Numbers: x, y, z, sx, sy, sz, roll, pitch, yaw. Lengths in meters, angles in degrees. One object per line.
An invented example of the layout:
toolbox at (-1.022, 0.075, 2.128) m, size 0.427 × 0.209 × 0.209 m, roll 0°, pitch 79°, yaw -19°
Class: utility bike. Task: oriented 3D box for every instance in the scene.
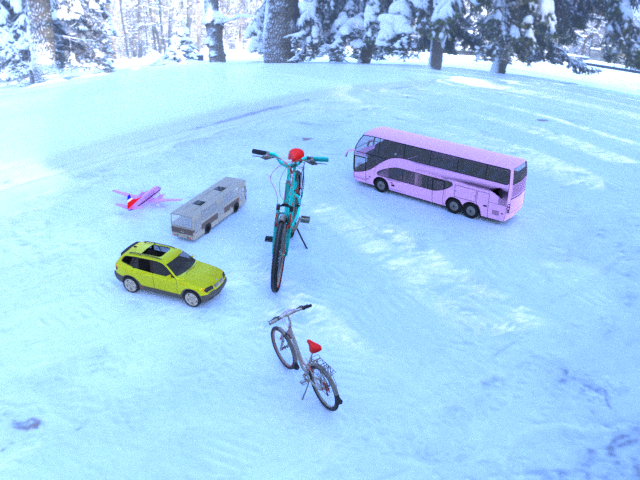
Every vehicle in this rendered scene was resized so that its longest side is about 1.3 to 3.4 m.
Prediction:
utility bike at (-0.221, 1.252, 7.624) m, size 0.535 × 0.946 × 1.435 m, roll -17°, pitch 32°, yaw -29°
utility bike at (-0.371, -0.544, 10.112) m, size 1.039 × 1.839 × 2.791 m, roll 2°, pitch 28°, yaw 4°

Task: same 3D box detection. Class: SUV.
SUV at (-2.061, 0.422, 9.618) m, size 1.572 × 0.580 × 0.656 m, roll 11°, pitch 29°, yaw 19°

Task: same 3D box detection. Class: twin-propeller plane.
twin-propeller plane at (-3.038, -0.767, 12.095) m, size 1.370 × 0.407 × 1.095 m, roll 8°, pitch 29°, yaw 15°

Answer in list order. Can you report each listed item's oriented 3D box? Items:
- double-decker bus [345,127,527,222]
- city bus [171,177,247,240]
double-decker bus at (1.966, -1.212, 12.252) m, size 3.251 × 1.052 × 0.756 m, roll 20°, pitch 33°, yaw 33°
city bus at (-1.801, -0.524, 11.570) m, size 0.476 × 0.460 × 1.674 m, roll 12°, pitch 30°, yaw 22°
